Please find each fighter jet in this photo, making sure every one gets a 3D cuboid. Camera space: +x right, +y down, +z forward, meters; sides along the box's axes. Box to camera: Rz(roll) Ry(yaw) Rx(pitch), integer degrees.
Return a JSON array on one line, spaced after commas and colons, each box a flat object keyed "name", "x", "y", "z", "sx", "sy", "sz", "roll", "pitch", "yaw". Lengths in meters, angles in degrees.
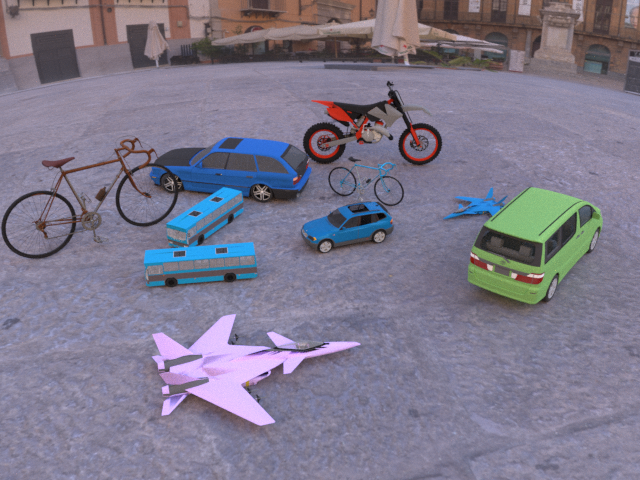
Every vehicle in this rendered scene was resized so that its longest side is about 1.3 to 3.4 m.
[{"name": "fighter jet", "x": -0.727, "y": 1.399, "z": 8.746, "sx": 2.640, "sy": 0.557, "sz": 2.229, "roll": -9, "pitch": 30, "yaw": -15}, {"name": "fighter jet", "x": 2.777, "y": -0.616, "z": 12.721, "sx": 1.358, "sy": 0.286, "sz": 1.147, "roll": -16, "pitch": 32, "yaw": -27}]

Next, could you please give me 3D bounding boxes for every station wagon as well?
[{"name": "station wagon", "x": -1.765, "y": -1.464, "z": 13.614, "sx": 3.105, "sy": 0.920, "sz": 1.327, "roll": 6, "pitch": 29, "yaw": 11}]

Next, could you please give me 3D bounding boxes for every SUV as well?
[{"name": "SUV", "x": 0.463, "y": -0.256, "z": 11.755, "sx": 1.572, "sy": 0.580, "sz": 0.656, "roll": -10, "pitch": 30, "yaw": -18}]

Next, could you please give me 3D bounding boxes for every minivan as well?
[{"name": "minivan", "x": 3.450, "y": -0.121, "z": 10.864, "sx": 1.324, "sy": 1.197, "sz": 3.011, "roll": 20, "pitch": 34, "yaw": 32}]

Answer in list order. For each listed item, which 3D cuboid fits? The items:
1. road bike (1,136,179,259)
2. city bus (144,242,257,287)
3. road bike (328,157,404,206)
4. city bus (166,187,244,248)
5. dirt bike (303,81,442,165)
[{"name": "road bike", "x": -3.710, "y": -0.722, "z": 11.486, "sx": 3.004, "sy": 1.656, "sz": 0.697, "roll": -20, "pitch": 34, "yaw": -32}, {"name": "city bus", "x": -1.813, "y": 0.386, "z": 10.703, "sx": 1.674, "sy": 0.460, "sz": 0.476, "roll": -4, "pitch": 29, "yaw": -8}, {"name": "road bike", "x": 0.848, "y": -1.118, "z": 13.052, "sx": 1.545, "sy": 0.852, "sz": 0.358, "roll": 14, "pitch": 32, "yaw": 24}, {"name": "city bus", "x": -1.953, "y": -0.370, "z": 12.089, "sx": 0.476, "sy": 0.460, "sz": 1.674, "roll": 14, "pitch": 32, "yaw": 24}, {"name": "dirt bike", "x": 1.091, "y": -2.343, "z": 14.446, "sx": 2.903, "sy": 1.666, "sz": 1.024, "roll": 1, "pitch": 29, "yaw": 3}]
